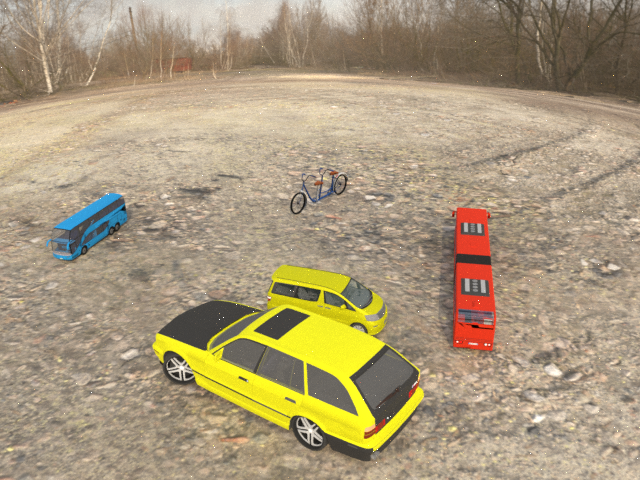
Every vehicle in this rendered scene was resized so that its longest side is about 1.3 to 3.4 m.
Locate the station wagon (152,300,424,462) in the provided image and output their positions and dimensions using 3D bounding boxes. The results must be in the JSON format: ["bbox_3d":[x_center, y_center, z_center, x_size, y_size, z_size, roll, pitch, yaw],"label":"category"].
[{"bbox_3d":[-0.454,1.264,7.631,3.105,0.920,1.327,17,30,31],"label":"station wagon"}]

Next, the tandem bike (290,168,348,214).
[{"bbox_3d":[0.011,-0.973,12.631,0.283,0.682,1.642,19,31,35],"label":"tandem bike"}]

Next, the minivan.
[{"bbox_3d":[0.102,0.767,9.036,1.548,0.616,0.681,9,27,18],"label":"minivan"}]

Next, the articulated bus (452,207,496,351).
[{"bbox_3d":[2.141,0.412,9.849,0.605,0.561,3.401,4,26,9],"label":"articulated bus"}]

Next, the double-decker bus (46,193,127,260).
[{"bbox_3d":[-3.682,-0.217,11.199,0.389,0.541,1.672,8,26,16],"label":"double-decker bus"}]
